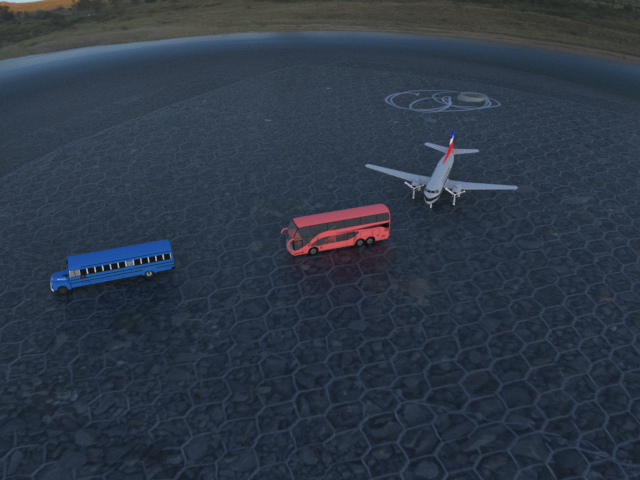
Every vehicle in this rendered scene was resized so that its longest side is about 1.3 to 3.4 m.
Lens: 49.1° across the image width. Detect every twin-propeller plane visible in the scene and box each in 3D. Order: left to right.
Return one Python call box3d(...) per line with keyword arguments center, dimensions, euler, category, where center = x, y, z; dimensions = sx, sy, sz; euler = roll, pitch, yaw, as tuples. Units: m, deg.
box3d(center=(2.137, -1.252, 12.295), dimensions=(2.663, 0.792, 2.129), euler=(10, 33, 17), category="twin-propeller plane")

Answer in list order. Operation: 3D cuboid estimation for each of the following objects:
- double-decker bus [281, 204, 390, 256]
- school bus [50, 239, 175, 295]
box3d(center=(0.258, -0.153, 10.716), dimensions=(1.672, 0.541, 0.389), euler=(-10, 33, -16), category="double-decker bus")
box3d(center=(-2.954, 0.371, 9.951), dimensions=(1.708, 0.434, 0.365), euler=(-11, 33, -17), category="school bus")
